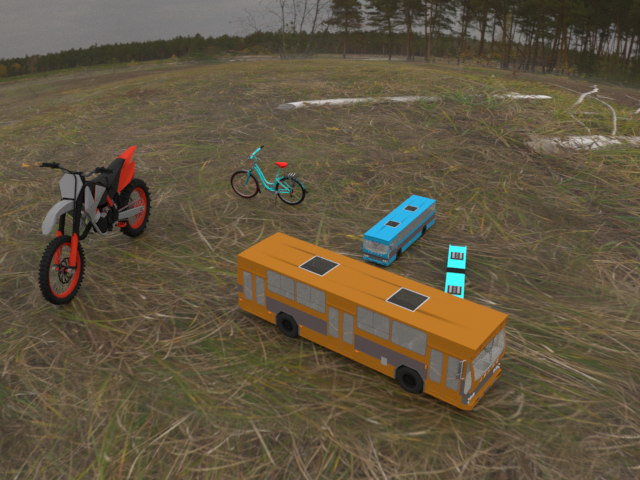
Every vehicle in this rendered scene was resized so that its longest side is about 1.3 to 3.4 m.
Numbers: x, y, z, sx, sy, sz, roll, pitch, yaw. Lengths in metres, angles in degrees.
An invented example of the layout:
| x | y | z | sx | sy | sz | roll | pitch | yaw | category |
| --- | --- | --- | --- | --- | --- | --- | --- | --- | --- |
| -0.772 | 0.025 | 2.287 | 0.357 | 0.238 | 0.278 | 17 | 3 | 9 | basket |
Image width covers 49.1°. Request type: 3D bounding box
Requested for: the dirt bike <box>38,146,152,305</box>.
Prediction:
| x | y | z | sx | sy | sz | roll | pitch | yaw | category |
| --- | --- | --- | --- | --- | --- | --- | --- | --- | --- |
| -3.088 | -0.382 | 9.762 | 1.024 | 1.666 | 2.903 | 6 | 28 | 12 | dirt bike |

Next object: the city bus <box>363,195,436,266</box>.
| x | y | z | sx | sy | sz | roll | pitch | yaw | category |
| --- | --- | --- | --- | --- | --- | --- | --- | --- | --- |
| 1.228 | -0.155 | 10.628 | 0.476 | 0.460 | 1.674 | 16 | 32 | 28 | city bus |

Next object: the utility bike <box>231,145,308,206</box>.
| x | y | z | sx | sy | sz | roll | pitch | yaw | category |
| --- | --- | --- | --- | --- | --- | --- | --- | --- | --- |
| -0.889 | -1.046 | 11.806 | 1.435 | 0.946 | 0.535 | 9 | 29 | 17 | utility bike |

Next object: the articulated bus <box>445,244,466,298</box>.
| x | y | z | sx | sy | sz | roll | pitch | yaw | category |
| --- | --- | --- | --- | --- | --- | --- | --- | --- | --- |
| 1.813 | 0.572 | 9.424 | 0.311 | 0.289 | 1.749 | 6 | 28 | 11 | articulated bus |

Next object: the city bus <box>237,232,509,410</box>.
| x | y | z | sx | sy | sz | roll | pitch | yaw | category |
| --- | --- | --- | --- | --- | --- | --- | --- | --- | --- |
| 0.487 | 0.876 | 8.191 | 3.255 | 0.894 | 0.926 | 19 | 33 | 33 | city bus |
